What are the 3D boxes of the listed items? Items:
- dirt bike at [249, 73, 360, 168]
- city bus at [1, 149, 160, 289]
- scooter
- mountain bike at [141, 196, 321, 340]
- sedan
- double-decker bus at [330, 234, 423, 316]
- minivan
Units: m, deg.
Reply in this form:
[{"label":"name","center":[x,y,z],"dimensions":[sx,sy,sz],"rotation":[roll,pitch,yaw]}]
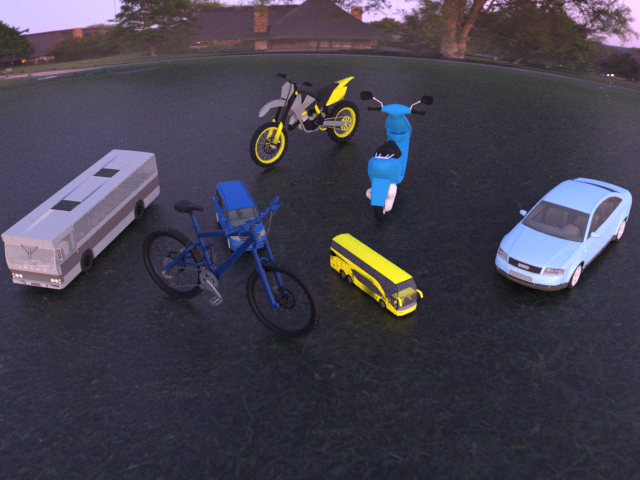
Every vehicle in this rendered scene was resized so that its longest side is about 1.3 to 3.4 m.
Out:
[{"label":"dirt bike","center":[-0.241,-2.490,14.009],"dimensions":[2.903,1.666,1.024],"rotation":[-24,37,-36]},{"label":"city bus","center":[-3.626,-0.407,11.095],"dimensions":[0.926,0.894,3.255],"rotation":[7,30,12]},{"label":"scooter","center":[1.257,-1.616,12.333],"dimensions":[1.288,1.786,2.721],"rotation":[7,30,12]},{"label":"mountain bike","center":[-1.239,0.291,9.047],"dimensions":[2.857,1.688,1.114],"rotation":[16,33,26]},{"label":"sedan","center":[3.806,-0.247,10.764],"dimensions":[1.235,0.940,3.137],"rotation":[22,36,34]},{"label":"double-decker bus","center":[0.746,0.484,9.873],"dimensions":[0.389,0.541,1.672],"rotation":[-19,34,-29]},{"label":"minivan","center":[-1.314,-0.401,11.369],"dimensions":[0.681,0.616,1.548],"rotation":[-9,31,-16]}]
